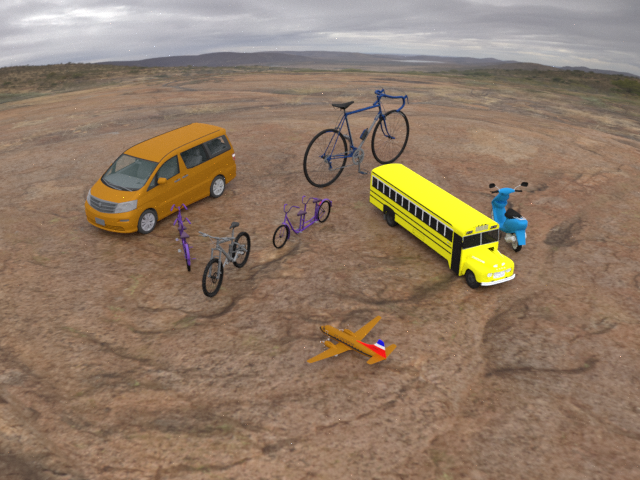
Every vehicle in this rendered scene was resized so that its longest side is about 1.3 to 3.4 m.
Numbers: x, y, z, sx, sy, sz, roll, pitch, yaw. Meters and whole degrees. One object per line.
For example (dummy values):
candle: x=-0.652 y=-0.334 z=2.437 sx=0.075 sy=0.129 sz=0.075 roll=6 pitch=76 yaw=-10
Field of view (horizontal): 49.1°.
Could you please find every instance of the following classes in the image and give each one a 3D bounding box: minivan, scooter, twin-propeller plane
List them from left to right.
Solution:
minivan: x=-2.821 y=-1.152 z=12.548 sx=1.324 sy=1.197 sz=3.011 roll=16 pitch=31 yaw=29
twin-propeller plane: x=0.396 y=1.234 z=8.705 sx=1.095 sy=0.407 sz=1.370 roll=23 pitch=35 yaw=38
scooter: x=3.093 y=-0.451 z=11.471 sx=0.662 sy=0.919 sz=1.399 roll=-3 pitch=27 yaw=-6

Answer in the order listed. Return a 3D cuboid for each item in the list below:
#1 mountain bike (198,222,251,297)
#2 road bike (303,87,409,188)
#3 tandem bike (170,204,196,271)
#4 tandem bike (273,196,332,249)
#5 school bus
mountain bike: x=-1.360 y=0.203 z=10.233 sx=0.573 sy=0.868 sz=1.469 roll=9 pitch=28 yaw=18
road bike: x=0.791 y=-2.066 z=13.847 sx=3.004 sy=1.656 sz=0.697 roll=-23 pitch=35 yaw=-37
tandem bike: x=-2.163 y=-0.100 z=11.038 sx=0.283 sy=0.682 sz=1.642 roll=-7 pitch=28 yaw=-14
tandem bike: x=-0.271 y=-0.403 z=11.638 sx=0.283 sy=0.682 sz=1.642 roll=18 pitch=32 yaw=31
school bus: x=1.887 y=-0.302 z=11.258 sx=0.709 sy=0.844 sz=3.322 roll=-12 pitch=29 yaw=-22
